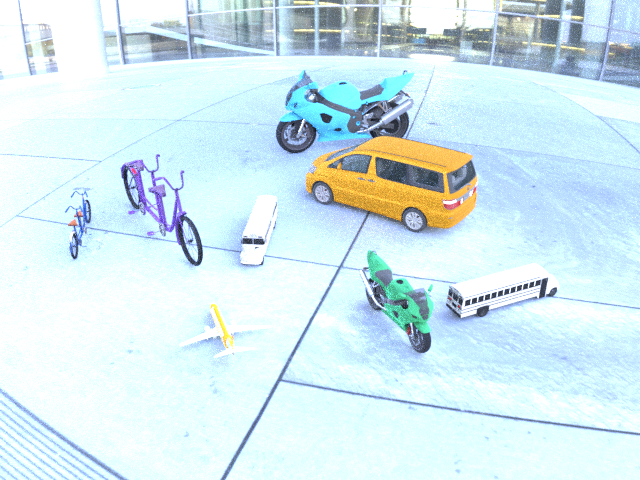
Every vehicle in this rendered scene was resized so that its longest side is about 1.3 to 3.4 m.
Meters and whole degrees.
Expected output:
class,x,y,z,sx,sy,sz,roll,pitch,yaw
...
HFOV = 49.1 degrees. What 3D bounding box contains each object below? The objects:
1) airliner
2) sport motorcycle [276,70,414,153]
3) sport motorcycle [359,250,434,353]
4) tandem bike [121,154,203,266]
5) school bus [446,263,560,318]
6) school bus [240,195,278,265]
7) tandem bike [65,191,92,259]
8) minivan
class,x,y,z,sx,sy,sz,roll,pitch,yaw
airliner,-1.238,1.053,8.872,1.161,0.429,1.307,-10,30,-17
sport motorcycle,0.525,-2.661,14.476,2.955,1.596,0.983,-7,29,-13
sport motorcycle,0.989,0.777,8.969,0.506,0.821,1.520,-13,31,-22
tandem bike,-2.600,-0.698,11.152,0.550,1.326,3.192,-18,33,-29
school bus,2.544,0.671,9.570,1.708,0.434,0.365,-12,31,-22
school bus,-0.959,-0.167,11.108,0.365,0.434,1.708,2,29,4
tandem bike,-3.817,-0.305,11.104,0.283,0.682,1.642,-3,29,-6
minivan,1.157,-1.103,12.030,3.011,1.197,1.324,19,34,30
